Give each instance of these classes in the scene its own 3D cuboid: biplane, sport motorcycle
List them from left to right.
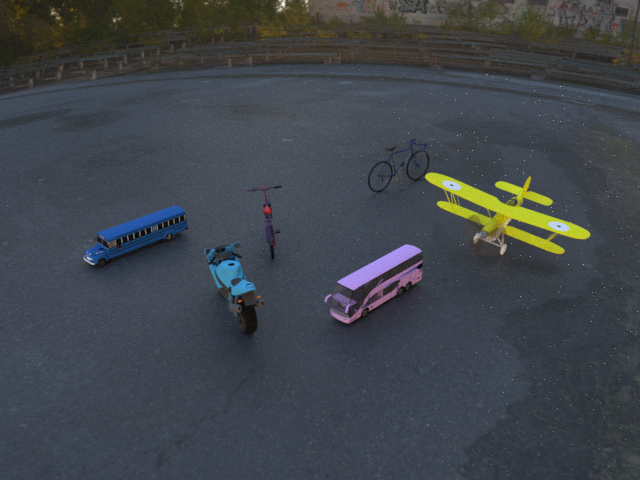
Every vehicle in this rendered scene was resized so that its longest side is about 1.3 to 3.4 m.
[{"bbox_3d":[-1.140,0.600,9.214,0.506,0.821,1.520,-12,30,-22],"label":"sport motorcycle"},{"bbox_3d":[2.969,-0.419,11.006,2.598,0.981,2.120,16,32,28],"label":"biplane"}]

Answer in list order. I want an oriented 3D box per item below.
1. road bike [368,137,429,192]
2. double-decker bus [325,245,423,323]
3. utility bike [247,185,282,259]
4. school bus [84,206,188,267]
[{"bbox_3d":[1.490,-1.406,13.050,1.545,0.852,0.358,-19,33,-32],"label":"road bike"},{"bbox_3d":[0.780,0.593,9.533,0.389,0.541,1.672,24,36,38],"label":"double-decker bus"},{"bbox_3d":[-0.838,-0.330,10.873,0.535,0.946,1.435,-3,28,-5],"label":"utility bike"},{"bbox_3d":[-2.871,-0.072,10.930,0.365,0.434,1.708,25,36,39],"label":"school bus"}]
